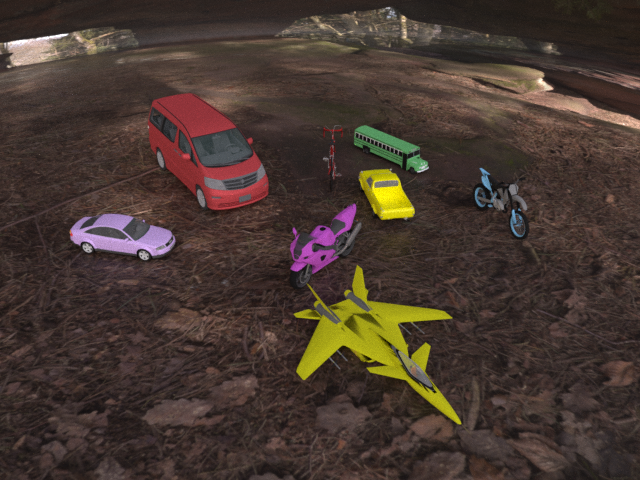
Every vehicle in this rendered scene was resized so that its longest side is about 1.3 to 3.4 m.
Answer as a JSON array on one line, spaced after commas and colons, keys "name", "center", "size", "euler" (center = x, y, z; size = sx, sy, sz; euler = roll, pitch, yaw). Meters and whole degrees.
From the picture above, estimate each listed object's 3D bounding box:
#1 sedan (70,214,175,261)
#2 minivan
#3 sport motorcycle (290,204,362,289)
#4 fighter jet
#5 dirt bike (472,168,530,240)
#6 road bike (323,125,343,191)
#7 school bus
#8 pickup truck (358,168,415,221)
[{"name": "sedan", "center": [-3.001, -0.092, 10.643], "size": [1.613, 0.483, 0.635], "euler": [7, 32, 11]}, {"name": "minivan", "center": [-2.043, -1.613, 12.456], "size": [1.324, 1.197, 3.011], "euler": [-18, 36, -27]}, {"name": "sport motorcycle", "center": [0.059, 0.089, 10.019], "size": [0.506, 0.821, 1.520], "euler": [21, 37, 31]}, {"name": "fighter jet", "center": [0.822, 1.243, 8.378], "size": [2.229, 0.557, 2.640], "euler": [-18, 35, -26]}, {"name": "dirt bike", "center": [2.903, -0.640, 11.184], "size": [0.527, 0.857, 1.493], "euler": [-12, 33, -19]}, {"name": "road bike", "center": [0.220, -1.513, 12.624], "size": [0.358, 0.852, 1.545], "euler": [1, 31, 2]}, {"name": "school bus", "center": [1.358, -1.732, 13.385], "size": [0.365, 0.434, 1.708], "euler": [-25, 39, -34]}, {"name": "pickup truck", "center": [1.101, -0.816, 11.806], "size": [0.640, 0.511, 1.603], "euler": [-5, 32, -9]}]
